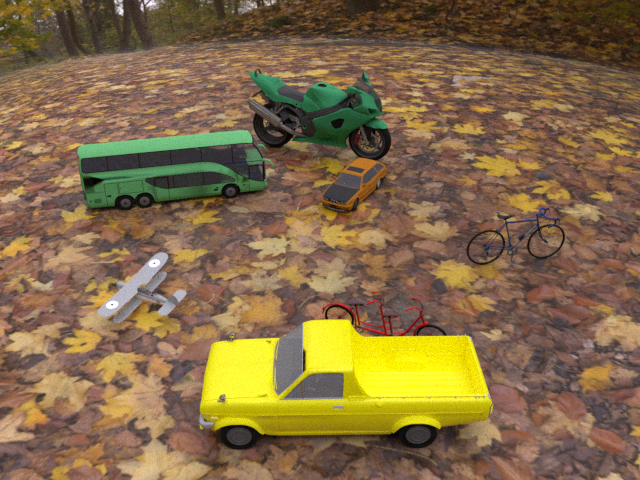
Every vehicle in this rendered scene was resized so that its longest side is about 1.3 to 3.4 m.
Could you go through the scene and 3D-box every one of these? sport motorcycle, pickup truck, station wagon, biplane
[{"bbox_3d":[-0.021,-2.446,13.647,2.955,1.596,0.983,11,32,18],"label":"sport motorcycle"},{"bbox_3d":[0.247,1.484,7.617,3.117,0.993,1.244,0,31,-1],"label":"pickup truck"},{"bbox_3d":[0.605,-1.018,12.342,0.682,0.473,1.597,16,34,24],"label":"station wagon"},{"bbox_3d":[-2.334,0.739,9.351,1.090,0.504,1.336,15,34,23],"label":"biplane"}]

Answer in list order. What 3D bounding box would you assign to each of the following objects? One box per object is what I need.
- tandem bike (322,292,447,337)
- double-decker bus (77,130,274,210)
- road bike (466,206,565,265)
[{"bbox_3d":[0.799,0.981,8.769,1.642,0.682,0.283,11,32,17],"label":"tandem bike"},{"bbox_3d":[-2.460,-1.236,12.143,3.251,1.052,0.756,-7,31,-12],"label":"double-decker bus"},{"bbox_3d":[2.912,-0.043,10.327,1.545,0.852,0.358,-5,31,-9],"label":"road bike"}]
